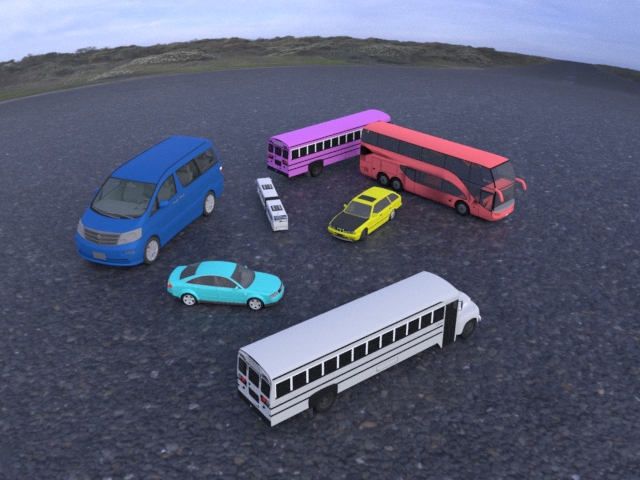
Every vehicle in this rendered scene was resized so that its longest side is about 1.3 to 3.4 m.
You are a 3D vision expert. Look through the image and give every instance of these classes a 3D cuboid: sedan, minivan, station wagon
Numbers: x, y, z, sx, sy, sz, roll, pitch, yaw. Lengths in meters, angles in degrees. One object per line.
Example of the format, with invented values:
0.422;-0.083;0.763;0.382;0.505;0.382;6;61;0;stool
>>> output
-1.306;0.588;9.707;1.613;0.483;0.635;3;28;7;sedan
-2.719;-0.695;11.395;1.324;1.197;3.011;10;29;18;minivan
0.766;-0.477;11.758;0.682;0.473;1.597;18;32;30;station wagon

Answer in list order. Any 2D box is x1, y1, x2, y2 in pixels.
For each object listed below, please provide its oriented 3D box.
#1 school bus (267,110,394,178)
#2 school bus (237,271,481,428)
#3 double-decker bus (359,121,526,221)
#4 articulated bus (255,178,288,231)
0.427;-2.016;14.309;3.322;0.844;0.709;-22;35;-36;school bus
0.610;1.142;8.253;3.322;0.844;0.709;-19;33;-32;school bus
2.090;-1.270;12.653;0.756;1.052;3.251;-24;36;-38;double-decker bus
-0.849;-0.650;12.291;0.311;0.289;1.749;-6;28;-12;articulated bus
